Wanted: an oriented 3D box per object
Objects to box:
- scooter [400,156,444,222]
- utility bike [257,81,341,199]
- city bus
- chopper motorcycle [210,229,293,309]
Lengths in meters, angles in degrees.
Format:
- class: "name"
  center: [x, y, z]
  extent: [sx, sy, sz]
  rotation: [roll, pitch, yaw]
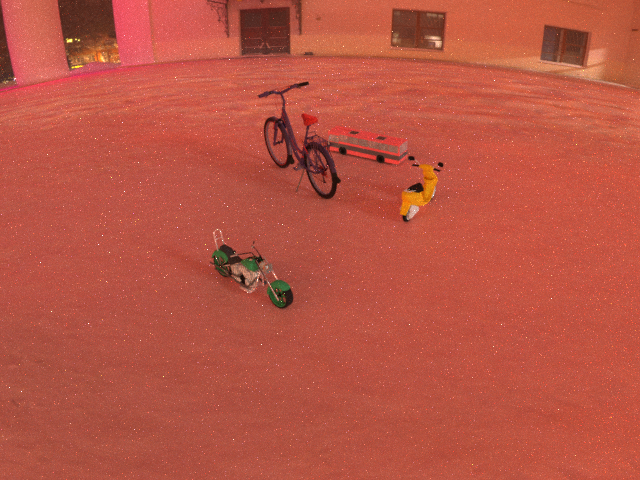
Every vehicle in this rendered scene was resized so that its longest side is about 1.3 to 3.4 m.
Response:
- class: "scooter"
  center: [1.749, -0.925, 12.197]
  extent: [0.662, 0.919, 1.399]
  rotation: [16, 33, 27]
- class: "utility bike"
  center: [-0.483, -1.876, 12.967]
  extent: [1.039, 1.839, 2.791]
  rotation: [-16, 33, -27]
- class: "city bus"
  center: [0.975, -1.957, 14.540]
  extent: [1.674, 0.460, 0.476]
  rotation: [16, 33, 27]
- class: "chopper motorcycle"
  center: [-0.989, 0.402, 9.957]
  extent: [1.563, 0.761, 0.466]
  rotation: [23, 37, 36]
